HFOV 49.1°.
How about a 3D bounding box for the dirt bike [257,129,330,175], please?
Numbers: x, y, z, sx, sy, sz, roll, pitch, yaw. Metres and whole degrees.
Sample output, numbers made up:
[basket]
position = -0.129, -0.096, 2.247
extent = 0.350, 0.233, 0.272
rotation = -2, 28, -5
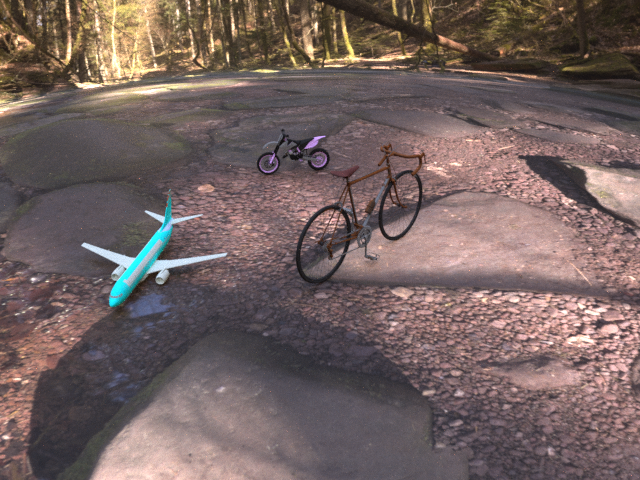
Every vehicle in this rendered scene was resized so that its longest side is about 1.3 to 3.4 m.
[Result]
[dirt bike]
position = -0.520, -1.736, 13.859
extent = 1.493, 0.857, 0.527
rotation = -7, 27, -14

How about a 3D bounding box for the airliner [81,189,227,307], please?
[airliner]
position = -2.539, 0.098, 10.166
extent = 2.257, 0.835, 2.541
rotation = 4, 27, 8

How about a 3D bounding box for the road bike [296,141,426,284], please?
[road bike]
position = 0.677, -0.462, 10.374
extent = 0.697, 1.656, 3.004
rotation = 21, 33, 36
